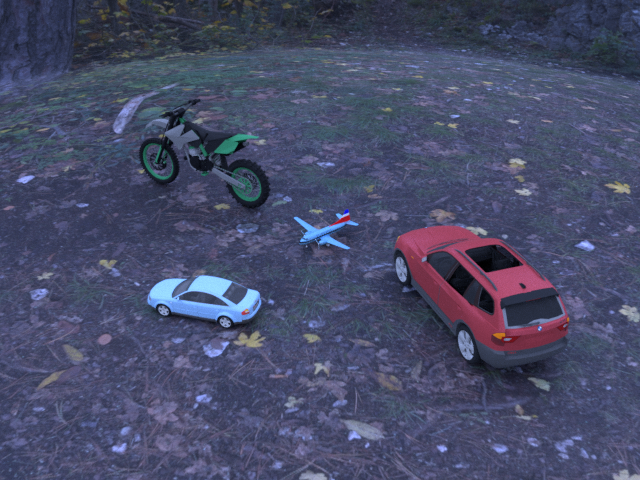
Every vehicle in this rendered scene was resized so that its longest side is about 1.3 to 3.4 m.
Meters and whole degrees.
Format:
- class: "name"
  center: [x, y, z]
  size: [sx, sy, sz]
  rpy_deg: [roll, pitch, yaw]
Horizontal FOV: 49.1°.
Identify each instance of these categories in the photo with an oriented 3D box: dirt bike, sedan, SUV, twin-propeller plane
- class: "dirt bike"
  center: [-2.160, -1.556, 12.550]
  size: [2.903, 1.666, 1.024]
  rpy_deg: [15, 33, 25]
- class: "sedan"
  center: [-1.613, 0.778, 9.658]
  size: [1.613, 0.483, 0.635]
  rpy_deg: [8, 31, 14]
- class: "SUV"
  center: [2.083, 0.518, 9.463]
  size: [1.276, 1.128, 3.058]
  rpy_deg: [-10, 31, -17]
- class: "twin-propeller plane"
  center: [0.087, -0.180, 11.411]
  size: [1.095, 0.407, 1.370]
  rpy_deg: [-22, 37, -34]
